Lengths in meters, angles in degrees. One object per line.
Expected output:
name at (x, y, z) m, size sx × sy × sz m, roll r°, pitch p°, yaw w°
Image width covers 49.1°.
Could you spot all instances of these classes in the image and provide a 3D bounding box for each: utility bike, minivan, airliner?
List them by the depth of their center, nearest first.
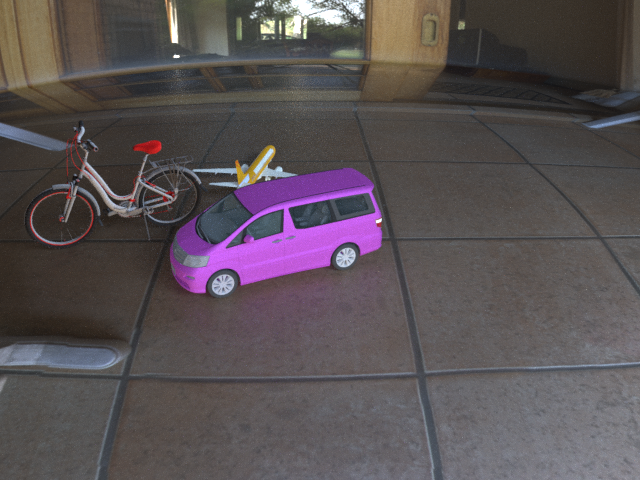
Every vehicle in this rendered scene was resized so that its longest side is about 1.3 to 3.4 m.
minivan at (-0.628, -0.167, 9.943) m, size 3.011 × 1.197 × 1.324 m, roll -12°, pitch 30°, yaw -21°
utility bike at (-3.008, -0.812, 10.489) m, size 2.791 × 1.839 × 1.039 m, roll -13°, pitch 30°, yaw -24°
airliner at (-1.177, -1.482, 12.868) m, size 2.257 × 0.835 × 2.541 m, roll 5°, pitch 28°, yaw 9°
